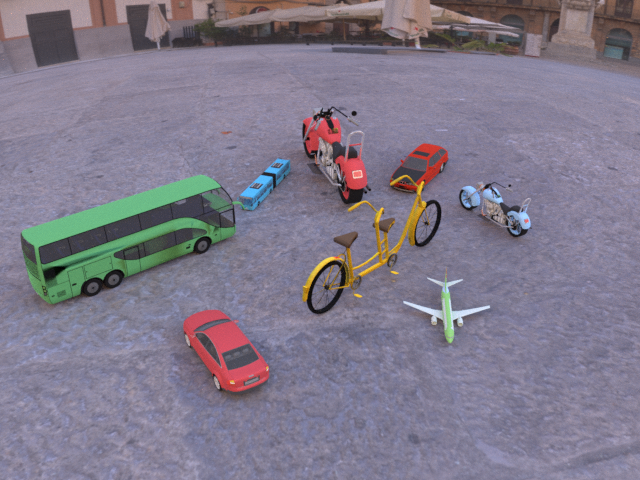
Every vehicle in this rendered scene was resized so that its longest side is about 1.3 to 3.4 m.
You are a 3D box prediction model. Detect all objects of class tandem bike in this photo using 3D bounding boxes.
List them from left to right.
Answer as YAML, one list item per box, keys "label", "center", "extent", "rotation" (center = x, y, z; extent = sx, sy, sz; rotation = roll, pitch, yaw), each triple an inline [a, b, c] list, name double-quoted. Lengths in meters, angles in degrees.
- label: "tandem bike"
  center: [0.846, -0.033, 9.966]
  extent: [0.550, 1.326, 3.192]
  rotation: [24, 38, 35]

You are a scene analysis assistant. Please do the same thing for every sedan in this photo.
- label: "sedan"
  center: [-1.184, 1.275, 8.566]
  extent: [0.635, 0.483, 1.613]
  rotation: [-17, 34, -27]

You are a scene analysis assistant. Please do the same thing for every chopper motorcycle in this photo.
- label: "chopper motorcycle"
  center: [0.200, -1.784, 12.803]
  extent: [0.906, 1.480, 3.040]
  rotation: [-9, 32, -15]
- label: "chopper motorcycle"
  center: [2.868, -0.621, 11.529]
  extent: [0.466, 0.761, 1.563]
  rotation: [-16, 34, -26]

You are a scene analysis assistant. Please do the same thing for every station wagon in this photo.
- label: "station wagon"
  center: [1.872, -1.394, 13.133]
  extent: [0.682, 0.473, 1.597]
  rotation: [16, 34, 26]

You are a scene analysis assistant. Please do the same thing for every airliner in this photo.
- label: "airliner"
  center: [1.702, 0.864, 9.321]
  extent: [1.161, 0.429, 1.307]
  rotation: [3, 30, 5]

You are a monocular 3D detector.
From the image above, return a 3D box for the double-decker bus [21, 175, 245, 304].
- label: "double-decker bus"
  center: [-2.662, -0.097, 10.346]
  extent: [3.251, 1.052, 0.756]
  rotation: [-23, 37, -34]

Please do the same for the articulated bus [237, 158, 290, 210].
- label: "articulated bus"
  center: [-0.977, -1.034, 12.700]
  extent: [0.311, 0.289, 1.749]
  rotation: [10, 32, 17]
